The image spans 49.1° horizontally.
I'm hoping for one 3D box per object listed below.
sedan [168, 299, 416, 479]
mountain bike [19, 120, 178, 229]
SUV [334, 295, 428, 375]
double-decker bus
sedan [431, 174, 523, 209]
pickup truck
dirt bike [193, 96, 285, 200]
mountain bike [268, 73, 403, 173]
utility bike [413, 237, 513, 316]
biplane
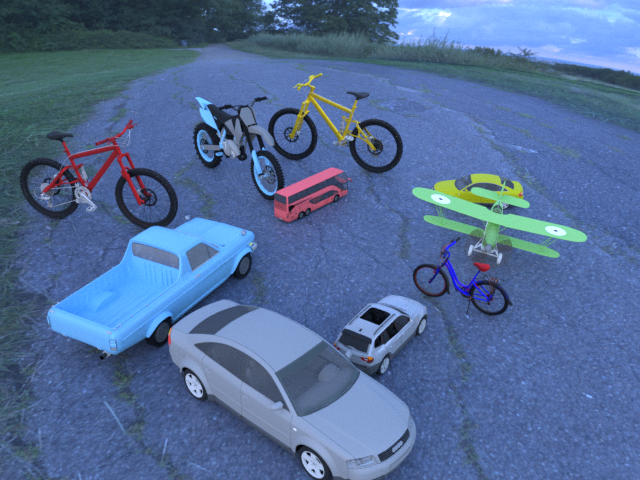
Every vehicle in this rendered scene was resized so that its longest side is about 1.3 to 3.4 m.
[{"bbox_3d":[-0.383,1.474,7.627,3.137,0.940,1.235,23,36,36],"label":"sedan"},{"bbox_3d":[-3.692,-1.026,11.455,2.857,1.688,1.114,7,29,12],"label":"mountain bike"},{"bbox_3d":[0.776,1.085,8.722,0.656,0.580,1.572,18,33,30],"label":"SUV"},{"bbox_3d":[-0.116,-0.818,12.275,0.389,0.541,1.672,23,36,36],"label":"double-decker bus"},{"bbox_3d":[2.809,-0.907,12.499,1.613,0.483,0.635,3,29,5],"label":"sedan"},{"bbox_3d":[-2.130,0.451,9.459,1.244,0.993,3.117,14,32,25],"label":"pickup truck"},{"bbox_3d":[-1.568,-1.842,12.982,1.024,1.666,2.903,-22,35,-34],"label":"dirt bike"},{"bbox_3d":[0.264,-2.241,13.696,2.857,1.688,1.114,11,30,20],"label":"mountain bike"},{"bbox_3d":[1.888,0.522,9.378,1.435,0.946,0.535,16,32,28],"label":"utility bike"},{"bbox_3d":[2.747,-0.290,10.839,2.598,0.981,2.120,9,30,16],"label":"biplane"}]
